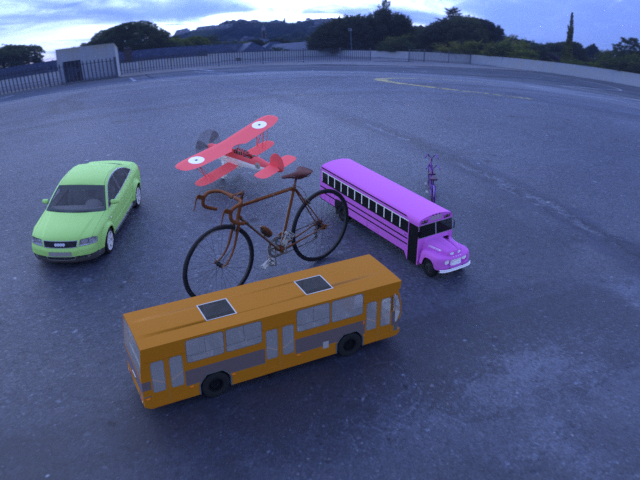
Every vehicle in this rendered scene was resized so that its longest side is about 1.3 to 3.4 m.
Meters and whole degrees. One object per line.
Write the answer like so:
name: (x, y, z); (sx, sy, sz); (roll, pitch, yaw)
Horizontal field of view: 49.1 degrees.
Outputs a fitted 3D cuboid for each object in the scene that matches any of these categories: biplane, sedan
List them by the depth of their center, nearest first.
sedan: (-3.850, -0.647, 11.706); (1.235, 0.940, 3.137); (0, 27, 0)
biplane: (-1.507, -1.568, 13.494); (2.120, 0.981, 2.598); (20, 33, 34)

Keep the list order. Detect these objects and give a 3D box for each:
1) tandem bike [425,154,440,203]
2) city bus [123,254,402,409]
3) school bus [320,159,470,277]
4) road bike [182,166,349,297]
tandem bike: (2.074, -1.146, 12.986); (0.283, 0.682, 1.642); (2, 27, 5)
city bus: (-0.611, 1.055, 8.362); (3.255, 0.894, 0.926); (-13, 29, -24)
school bus: (1.145, -0.438, 11.394); (0.709, 0.844, 3.322); (-16, 31, -28)
road bike: (-0.677, -0.162, 9.940); (3.004, 1.656, 0.696); (-22, 34, -37)
